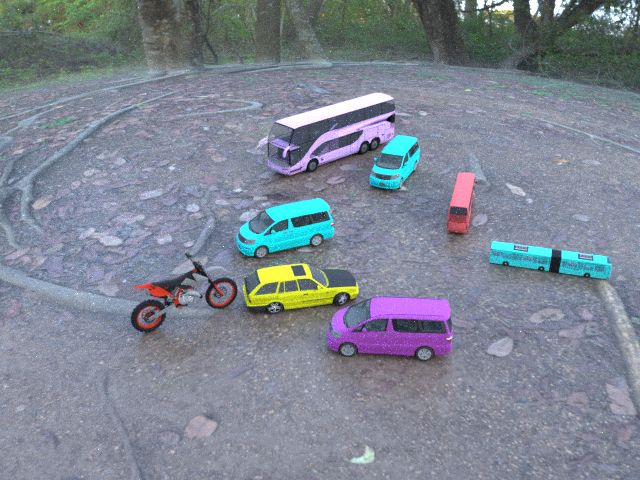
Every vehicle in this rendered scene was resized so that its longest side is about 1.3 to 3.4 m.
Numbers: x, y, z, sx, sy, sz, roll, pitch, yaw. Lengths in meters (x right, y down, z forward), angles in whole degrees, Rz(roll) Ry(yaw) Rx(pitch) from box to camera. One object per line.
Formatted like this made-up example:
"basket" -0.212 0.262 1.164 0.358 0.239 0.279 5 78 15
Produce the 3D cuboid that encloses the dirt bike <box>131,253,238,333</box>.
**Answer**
"dirt bike" -1.778 0.681 9.196 1.493 0.857 0.527 -16 32 -27

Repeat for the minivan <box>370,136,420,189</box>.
"minivan" 1.464 -1.509 13.582 0.681 0.616 1.548 12 30 21

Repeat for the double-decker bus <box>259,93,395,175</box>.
"double-decker bus" 0.258 -2.191 14.401 3.251 1.052 0.756 -24 36 -37

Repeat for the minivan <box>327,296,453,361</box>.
"minivan" 0.868 1.065 8.729 1.548 0.616 0.681 2 28 4

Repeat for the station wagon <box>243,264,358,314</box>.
"station wagon" -0.260 0.619 9.723 1.597 0.473 0.682 -6 29 -11

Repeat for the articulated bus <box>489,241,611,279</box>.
"articulated bus" 3.432 0.299 10.522 1.749 0.289 0.311 8 29 15

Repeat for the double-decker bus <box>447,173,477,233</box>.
"double-decker bus" 2.455 -0.676 12.091 0.389 0.541 1.672 7 29 13

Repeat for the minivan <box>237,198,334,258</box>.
"minivan" -0.563 -0.205 11.123 1.548 0.616 0.681 -12 30 -21
